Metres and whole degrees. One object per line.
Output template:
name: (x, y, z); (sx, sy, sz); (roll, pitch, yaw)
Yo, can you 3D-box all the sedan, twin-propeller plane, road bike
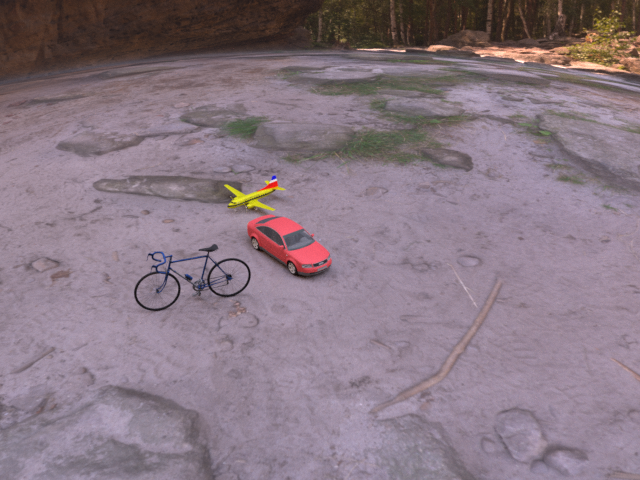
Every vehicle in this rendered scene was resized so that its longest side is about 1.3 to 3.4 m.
sedan: (-0.469, 0.015, 10.371); (0.635, 0.483, 1.613); (-21, 35, -33)
twin-propeller plane: (-1.133, -0.784, 11.906); (1.095, 0.407, 1.370); (-24, 37, -36)
road bike: (-1.659, 0.473, 9.153); (1.545, 0.852, 0.358); (-10, 30, -18)
